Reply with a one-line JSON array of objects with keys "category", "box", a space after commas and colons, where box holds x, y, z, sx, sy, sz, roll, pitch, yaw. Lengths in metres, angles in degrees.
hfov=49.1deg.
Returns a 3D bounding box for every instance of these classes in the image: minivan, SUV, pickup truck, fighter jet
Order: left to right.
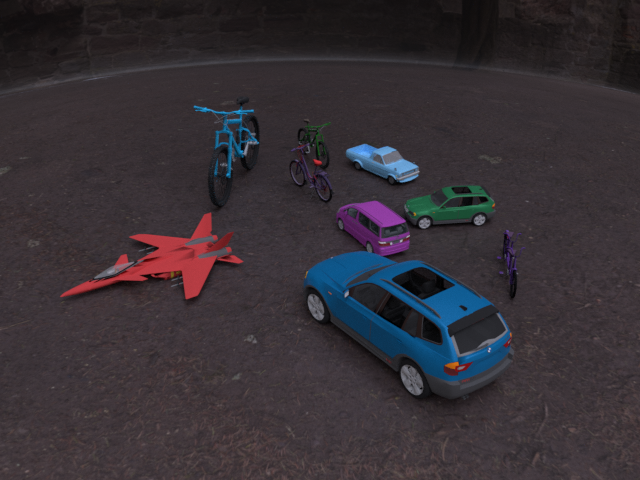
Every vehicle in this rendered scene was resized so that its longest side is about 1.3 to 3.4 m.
[{"category": "fighter jet", "box": [-2.591, 0.300, 10.492, 2.640, 0.557, 2.229, -18, 33, -29]}, {"category": "minivan", "box": [0.840, -0.287, 11.513, 0.681, 0.616, 1.548, -14, 31, -24]}, {"category": "pickup truck", "box": [1.237, -1.589, 14.022, 0.640, 0.511, 1.603, -22, 35, -34]}, {"category": "SUV", "box": [1.016, 0.835, 8.906, 1.276, 1.128, 3.058, -20, 34, -32]}, {"category": "SUV", "box": [2.245, -0.605, 12.136, 1.572, 0.580, 0.656, -3, 29, -6]}]

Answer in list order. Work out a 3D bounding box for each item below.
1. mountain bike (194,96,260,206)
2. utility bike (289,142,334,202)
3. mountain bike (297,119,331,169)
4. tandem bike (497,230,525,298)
[{"category": "mountain bike", "box": [-1.606, -1.828, 13.229, 1.114, 1.688, 2.857, 6, 29, 10]}, {"category": "utility bike", "box": [-0.215, -1.261, 12.963, 0.535, 0.946, 1.435, -19, 34, -30]}, {"category": "mountain bike", "box": [-0.150, -2.058, 14.513, 0.573, 0.868, 1.469, -13, 31, -22]}, {"category": "tandem bike", "box": [2.864, 0.223, 10.502, 0.283, 0.682, 1.642, 4, 29, 7]}]
